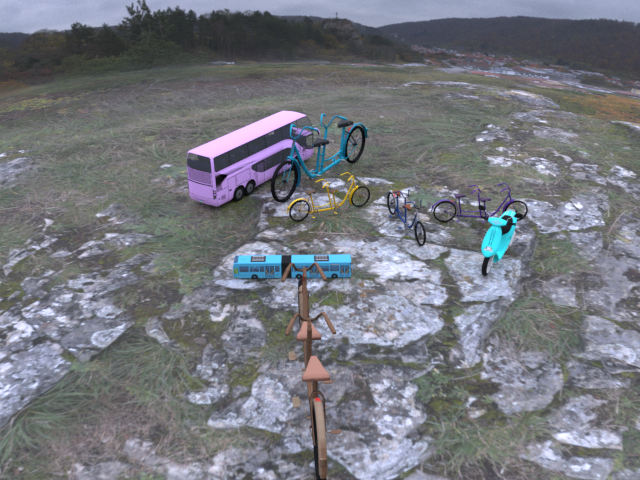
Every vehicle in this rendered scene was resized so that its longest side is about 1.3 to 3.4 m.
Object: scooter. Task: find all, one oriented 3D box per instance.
[{"bbox_3d":[2.718,-0.110,10.587,0.662,0.919,1.399,15,31,26],"label":"scooter"}]

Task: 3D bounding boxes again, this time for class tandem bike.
[{"bbox_3d":[0.168,-0.751,12.057,1.642,0.682,0.283,-14,31,-25],"label":"tandem bike"},{"bbox_3d":[0.062,-1.742,13.245,0.550,1.326,3.192,18,33,30],"label":"tandem bike"},{"bbox_3d":[-0.114,1.203,7.663,0.550,1.326,3.192,-2,28,-5],"label":"tandem bike"},{"bbox_3d":[2.698,-0.609,11.786,1.642,0.682,0.283,0,28,-1],"label":"tandem bike"},{"bbox_3d":[1.415,-0.497,11.575,0.283,0.682,1.642,-8,29,-15],"label":"tandem bike"}]

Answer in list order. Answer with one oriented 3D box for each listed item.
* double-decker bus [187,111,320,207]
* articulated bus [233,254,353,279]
[{"bbox_3d":[-1.204,-1.628,13.322,0.756,1.052,3.251,17,32,29],"label":"double-decker bus"},{"bbox_3d":[-0.393,0.391,10.313,1.749,0.289,0.311,-1,28,-1],"label":"articulated bus"}]
